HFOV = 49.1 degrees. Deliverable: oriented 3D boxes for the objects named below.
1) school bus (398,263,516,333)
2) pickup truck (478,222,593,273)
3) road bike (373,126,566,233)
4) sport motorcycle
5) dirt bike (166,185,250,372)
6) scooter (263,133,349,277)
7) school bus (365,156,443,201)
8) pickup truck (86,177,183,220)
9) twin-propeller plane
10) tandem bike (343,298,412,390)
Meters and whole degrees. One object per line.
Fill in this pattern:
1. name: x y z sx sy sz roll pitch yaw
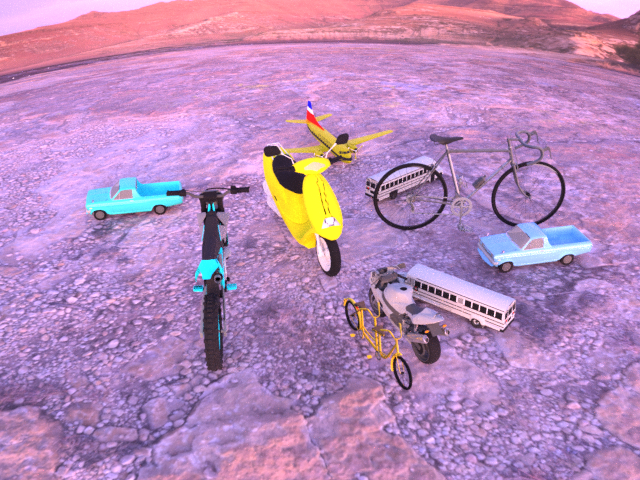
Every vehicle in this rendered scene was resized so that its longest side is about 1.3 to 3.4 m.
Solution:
1. school bus: 1.704 0.718 9.214 1.708 0.434 0.365 21 36 31
2. pickup truck: 3.154 0.048 10.284 1.603 0.511 0.640 -6 31 -11
3. road bike: 2.327 -0.895 10.762 3.004 1.656 0.697 -1 30 -2
4. sport motorcycle: 1.023 0.865 8.580 0.506 0.821 1.520 -15 33 -23
5. dirt bike: -1.353 0.240 8.811 1.024 1.666 2.903 -3 30 -5
6. scooter: -0.298 -0.766 10.413 1.288 1.786 2.721 -12 33 -20
7. school bus: 1.528 -1.108 12.338 1.708 0.434 0.365 -23 38 -34
8. pickup truck: -3.081 -0.742 11.635 1.603 0.511 0.640 -6 31 -10
9. twin-propeller plane: 0.139 -2.046 13.588 2.663 0.792 2.129 -12 32 -20
10. tandem bike: 0.666 1.098 8.319 0.283 0.682 1.642 -13 33 -22
